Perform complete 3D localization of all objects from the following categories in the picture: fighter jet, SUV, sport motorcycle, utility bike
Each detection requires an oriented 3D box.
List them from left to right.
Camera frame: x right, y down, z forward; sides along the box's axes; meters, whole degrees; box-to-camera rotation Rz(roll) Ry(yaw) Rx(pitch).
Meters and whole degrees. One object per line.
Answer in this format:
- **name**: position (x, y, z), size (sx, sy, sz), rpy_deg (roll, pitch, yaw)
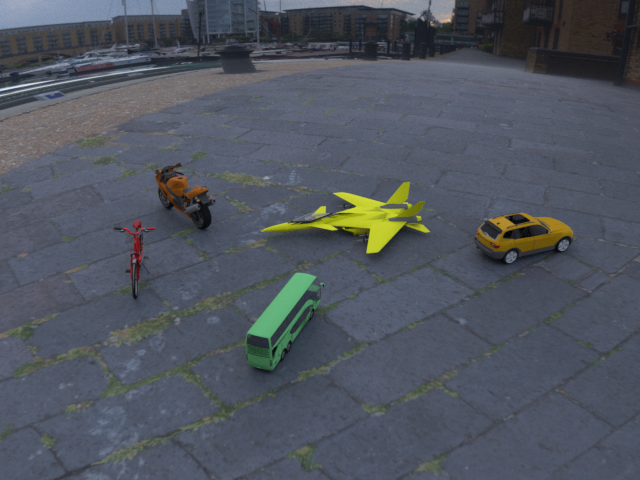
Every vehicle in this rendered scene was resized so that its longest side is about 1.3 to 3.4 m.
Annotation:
- **utility bike**: position (-2.545, 0.146, 9.857), size (0.535, 0.946, 1.435), rpy_deg (-5, 29, -8)
- **sport motorcycle**: position (-2.279, -0.737, 11.638), size (0.506, 0.821, 1.520), rpy_deg (-24, 36, -37)
- **fighter jet**: position (0.353, -0.424, 11.332), size (2.640, 0.557, 2.229), rpy_deg (-6, 29, -11)
- **SUV**: position (3.141, -0.106, 10.714), size (1.572, 0.580, 0.656), rpy_deg (-11, 30, -20)

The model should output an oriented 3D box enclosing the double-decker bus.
- **double-decker bus**: position (-0.417, 0.961, 8.765), size (0.389, 0.541, 1.672), rpy_deg (10, 30, 19)
